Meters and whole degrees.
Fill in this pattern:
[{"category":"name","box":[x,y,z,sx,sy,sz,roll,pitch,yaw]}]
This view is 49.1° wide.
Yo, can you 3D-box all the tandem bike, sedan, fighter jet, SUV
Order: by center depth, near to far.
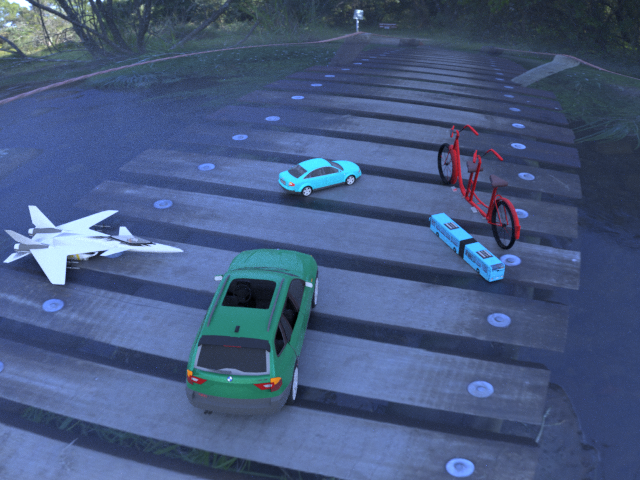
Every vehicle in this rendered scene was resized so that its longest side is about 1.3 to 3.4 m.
[{"category":"SUV","box":[-0.766,0.894,8.728,1.276,1.128,3.058,4,31,6]},{"category":"fighter jet","box":[-3.423,-0.043,10.862,2.640,0.557,2.229,3,31,5]},{"category":"tandem bike","box":[2.612,-1.032,11.774,0.550,1.326,3.192,-7,31,-11]},{"category":"sedan","box":[0.017,-1.236,12.942,1.613,0.483,0.635,-16,34,-25]}]

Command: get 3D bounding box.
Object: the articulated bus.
[{"category":"articulated bus","box":[2.259,0.085,10.910,0.311,0.289,1.749,-12,33,-19]}]
